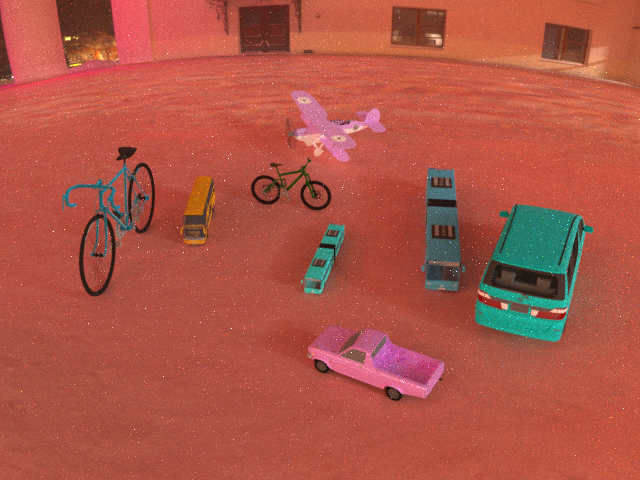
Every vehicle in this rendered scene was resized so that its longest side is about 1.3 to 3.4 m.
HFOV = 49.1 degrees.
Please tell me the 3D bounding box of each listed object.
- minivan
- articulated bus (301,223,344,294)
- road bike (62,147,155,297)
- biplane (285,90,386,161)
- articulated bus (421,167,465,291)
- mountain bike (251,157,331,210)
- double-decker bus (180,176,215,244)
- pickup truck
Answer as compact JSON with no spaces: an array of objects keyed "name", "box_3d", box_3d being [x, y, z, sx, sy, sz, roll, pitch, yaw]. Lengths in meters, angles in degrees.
[{"name":"minivan","box_3d":[3.041,0.193,9.802,1.324,1.197,3.011,12,31,20]},{"name":"articulated bus","box_3d":[0.082,0.252,10.630,0.311,0.289,1.749,6,30,11]},{"name":"road bike","box_3d":[-3.002,-0.450,10.486,0.697,1.656,3.004,3,29,6]},{"name":"biplane","box_3d":[0.319,-2.302,14.506,2.120,0.981,2.598,-12,31,-21]},{"name":"articulated bus","box_3d":[1.954,-0.285,11.314,0.605,0.561,3.401,4,29,7]},{"name":"mountain bike","box_3d":[-0.516,-0.964,12.219,1.469,0.868,0.573,7,30,13]},{"name":"double-decker bus","box_3d":[-2.016,-0.499,11.720,0.389,0.541,1.672,-1,29,-1]},{"name":"pickup truck","box_3d":[0.649,1.402,8.336,1.603,0.511,0.640,16,33,26]}]
